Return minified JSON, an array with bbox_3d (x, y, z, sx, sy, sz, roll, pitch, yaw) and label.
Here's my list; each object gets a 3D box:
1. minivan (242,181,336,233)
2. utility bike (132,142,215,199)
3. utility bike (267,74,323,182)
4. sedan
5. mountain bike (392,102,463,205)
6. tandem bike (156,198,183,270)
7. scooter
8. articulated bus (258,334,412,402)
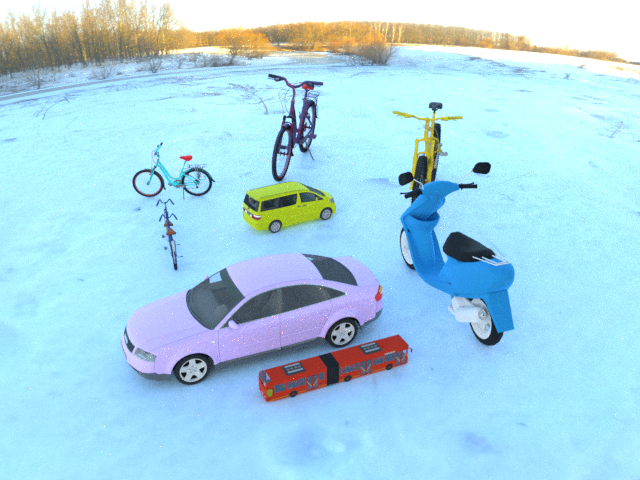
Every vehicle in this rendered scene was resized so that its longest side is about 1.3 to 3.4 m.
[{"bbox_3d":[-0.473,-0.595,11.353,1.548,0.616,0.681,-15,31,-27],"label":"minivan"},{"bbox_3d":[-2.547,-1.156,12.095,1.435,0.946,0.535,-2,27,-3],"label":"utility bike"},{"bbox_3d":[-0.352,-2.300,13.363,1.039,1.839,2.791,7,28,14],"label":"utility bike"},{"bbox_3d":[-0.760,0.781,8.279,3.137,0.940,1.235,-11,29,-21],"label":"sedan"},{"bbox_3d":[1.836,-1.470,11.893,1.114,1.688,2.857,7,28,14],"label":"mountain bike"},{"bbox_3d":[-2.238,-0.146,10.394,0.283,0.682,1.642,-7,28,-14],"label":"tandem bike"},{"bbox_3d":[1.659,0.029,8.827,1.288,1.786,2.721,-9,28,-17],"label":"scooter"},{"bbox_3d":[0.184,1.409,7.760,1.749,0.289,0.311,-11,29,-21],"label":"articulated bus"}]
